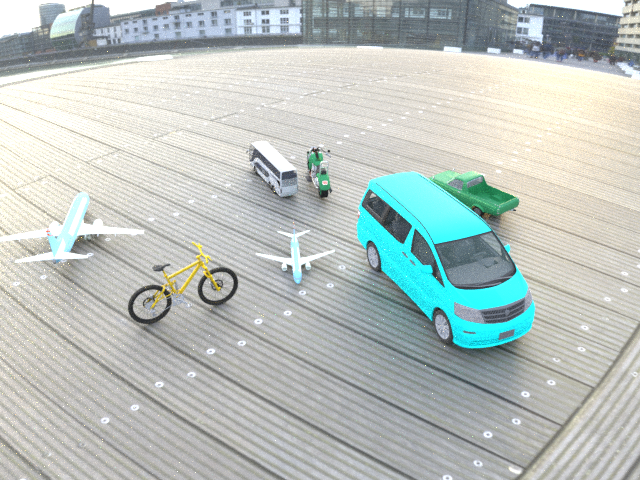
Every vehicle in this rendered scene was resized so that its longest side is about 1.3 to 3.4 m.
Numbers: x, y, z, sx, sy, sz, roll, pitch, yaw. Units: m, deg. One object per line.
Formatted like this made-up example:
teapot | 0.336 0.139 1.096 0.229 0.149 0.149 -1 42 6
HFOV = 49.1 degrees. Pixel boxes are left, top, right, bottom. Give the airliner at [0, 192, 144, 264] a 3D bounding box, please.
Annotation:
airliner | -3.826 -0.354 10.659 2.257 0.835 2.541 -3 30 -6

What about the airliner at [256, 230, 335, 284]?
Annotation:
airliner | -0.352 0.171 10.144 1.161 0.429 1.307 -2 30 -4

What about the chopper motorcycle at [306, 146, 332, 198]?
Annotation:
chopper motorcycle | -0.045 -1.325 12.442 0.466 0.761 1.563 -5 30 -9

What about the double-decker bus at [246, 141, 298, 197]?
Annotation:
double-decker bus | -0.868 -1.313 12.645 0.389 0.541 1.672 -13 32 -22

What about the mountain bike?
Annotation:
mountain bike | -1.747 0.582 8.977 1.469 0.868 0.573 -14 33 -23

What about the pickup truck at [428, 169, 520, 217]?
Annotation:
pickup truck | 2.563 -0.838 11.838 0.640 0.511 1.603 -22 36 -33

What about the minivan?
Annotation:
minivan | 1.608 0.175 9.360 1.324 1.197 3.011 -12 32 -21
